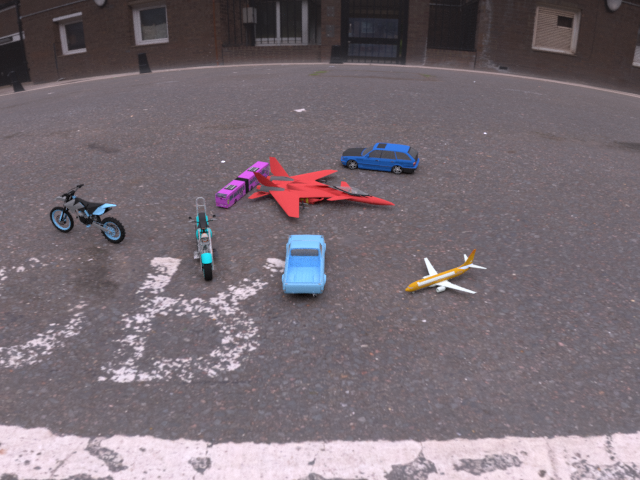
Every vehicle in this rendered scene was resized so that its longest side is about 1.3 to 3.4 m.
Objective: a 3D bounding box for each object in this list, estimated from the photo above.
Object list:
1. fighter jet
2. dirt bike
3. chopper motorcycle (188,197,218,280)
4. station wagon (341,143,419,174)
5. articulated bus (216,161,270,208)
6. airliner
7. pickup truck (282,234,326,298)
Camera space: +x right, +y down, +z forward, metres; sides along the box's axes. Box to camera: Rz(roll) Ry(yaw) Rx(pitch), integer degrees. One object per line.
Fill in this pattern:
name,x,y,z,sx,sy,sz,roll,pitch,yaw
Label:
fighter jet,0.103,-0.984,12.899,2.640,0.557,2.229,9,30,17
dirt bike,-3.872,-0.418,11.523,1.493,0.857,0.527,11,30,19
chopper motorcycle,-1.806,-0.036,10.910,0.466,0.761,1.563,-5,29,-10
station wagon,1.225,-1.719,14.361,1.597,0.473,0.682,7,29,13
articulated bus,-1.451,-1.073,13.350,0.311,0.289,1.749,11,30,19
airliner,1.796,0.469,10.318,1.307,0.429,1.161,-15,32,-26
pickup truck,-0.227,0.315,10.521,0.640,0.511,1.603,0,28,1
